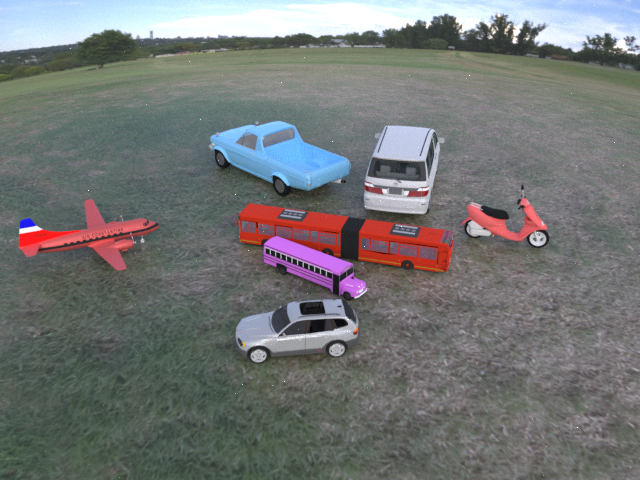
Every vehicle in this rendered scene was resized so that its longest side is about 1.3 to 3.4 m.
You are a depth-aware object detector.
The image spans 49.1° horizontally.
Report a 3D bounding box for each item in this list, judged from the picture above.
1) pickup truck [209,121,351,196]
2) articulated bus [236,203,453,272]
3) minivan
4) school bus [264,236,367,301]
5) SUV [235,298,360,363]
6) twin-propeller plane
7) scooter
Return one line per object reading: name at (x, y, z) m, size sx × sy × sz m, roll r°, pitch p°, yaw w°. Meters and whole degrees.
pickup truck at (-0.849, -1.708, 13.637) m, size 1.244 × 0.993 × 3.117 m, roll -24°, pitch 36°, yaw -37°
articulated bus at (0.343, -0.052, 10.975) m, size 3.401 × 0.561 × 0.605 m, roll 8°, pitch 29°, yaw 15°
minivan at (1.583, -1.477, 12.983) m, size 1.324 × 1.197 × 3.011 m, roll 6°, pitch 29°, yaw 11°
school bus at (-0.078, 0.403, 10.252) m, size 1.708 × 0.434 × 0.365 m, roll 20°, pitch 34°, yaw 32°
SUV at (-0.281, 1.097, 8.788) m, size 1.572 × 0.580 × 0.656 m, roll -3°, pitch 28°, yaw -6°
twin-propeller plane at (-3.566, -0.146, 10.906) m, size 2.129 × 0.792 × 2.663 m, roll -13°, pitch 31°, yaw -23°
scooter at (2.984, -0.369, 11.192) m, size 1.399 × 0.919 × 0.662 m, roll 9°, pitch 29°, yaw 17°
